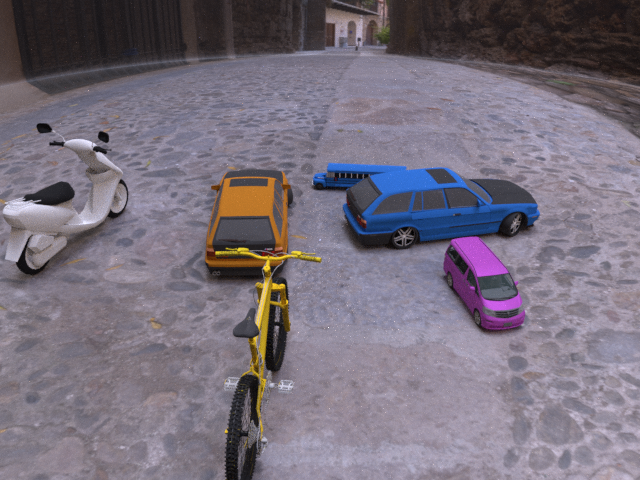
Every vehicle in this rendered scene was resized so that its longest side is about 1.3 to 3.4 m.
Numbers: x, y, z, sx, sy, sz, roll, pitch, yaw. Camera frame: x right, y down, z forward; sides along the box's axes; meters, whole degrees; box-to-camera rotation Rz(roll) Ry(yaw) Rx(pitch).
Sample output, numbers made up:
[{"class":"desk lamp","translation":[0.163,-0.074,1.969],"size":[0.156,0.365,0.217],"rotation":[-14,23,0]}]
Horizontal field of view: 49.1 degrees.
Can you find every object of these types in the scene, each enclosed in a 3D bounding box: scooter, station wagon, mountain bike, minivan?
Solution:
[{"class":"scooter","translation":[-3.771,-0.737,10.508],"size":[1.288,1.786,2.721],"rotation":[10,30,18]},{"class":"station wagon","translation":[-1.093,-0.524,11.023],"size":[1.327,0.920,3.105],"rotation":[-1,29,-2]},{"class":"station wagon","translation":[1.966,-0.620,11.199],"size":[3.105,0.920,1.327],"rotation":[-6,29,-11]},{"class":"mountain bike","translation":[-0.595,1.127,7.179],"size":[1.114,1.688,2.857],"rotation":[3,29,6]},{"class":"minivan","translation":[2.183,0.557,9.353],"size":[0.681,0.616,1.548],"rotation":[-6,29,-11]}]

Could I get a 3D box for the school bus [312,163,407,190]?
[{"class":"school bus","translation":[0.709,-1.133,12.653],"size":[1.708,0.434,0.365],"rotation":[3,29,6]}]
